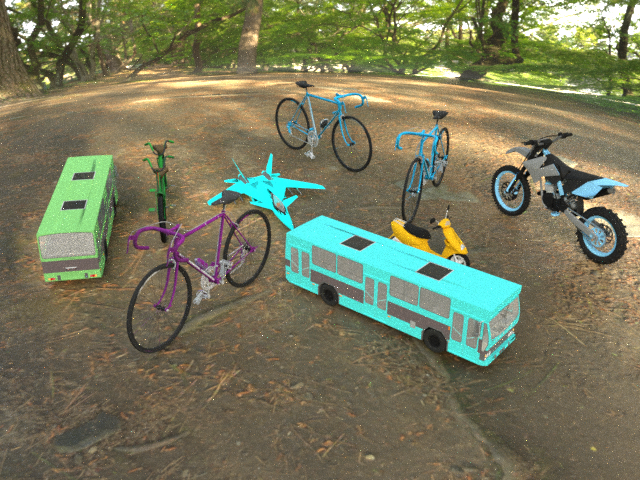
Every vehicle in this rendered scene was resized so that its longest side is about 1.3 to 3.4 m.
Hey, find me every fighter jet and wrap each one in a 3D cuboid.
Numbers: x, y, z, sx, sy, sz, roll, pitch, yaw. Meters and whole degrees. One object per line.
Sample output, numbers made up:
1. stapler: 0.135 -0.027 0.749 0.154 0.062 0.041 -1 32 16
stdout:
1. fighter jet: -0.900 -0.865 12.722 2.229 0.557 2.640 -9 28 -18

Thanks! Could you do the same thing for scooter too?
1. scooter: 1.660 -0.052 10.704 1.399 0.919 0.662 16 31 29

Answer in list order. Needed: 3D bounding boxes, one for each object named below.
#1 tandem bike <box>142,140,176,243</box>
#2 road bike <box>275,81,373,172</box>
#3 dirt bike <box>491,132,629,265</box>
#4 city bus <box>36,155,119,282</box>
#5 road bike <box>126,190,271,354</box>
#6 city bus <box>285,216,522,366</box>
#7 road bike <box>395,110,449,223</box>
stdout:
1. tandem bike: -2.801 -1.105 12.345 0.550 1.326 3.192 -5 27 -10
2. road bike: 0.013 -2.470 14.689 0.696 1.656 3.004 -22 34 -37
3. dirt bike: 3.819 -0.796 11.352 1.024 1.666 2.903 -14 30 -26
4. city bus: -3.868 -0.415 11.454 0.926 0.894 3.255 -5 27 -9
5. road bike: -1.501 0.263 9.260 0.696 1.656 3.004 15 30 27
6. city bus: 0.993 0.620 9.398 3.255 0.894 0.926 21 33 35
7. road bike: 1.957 -1.434 12.630 0.696 1.656 3.004 11 29 21
